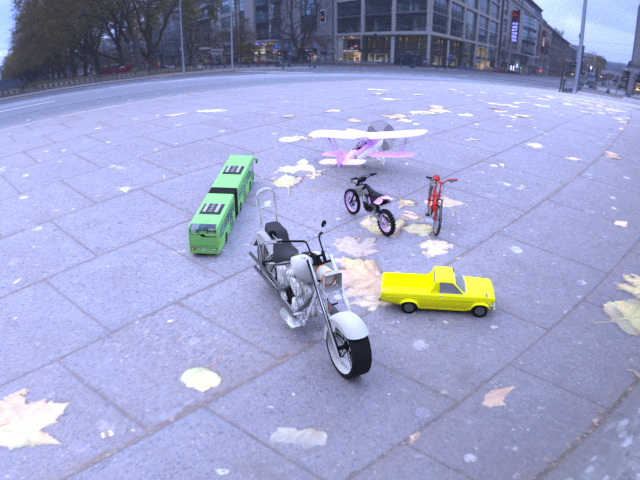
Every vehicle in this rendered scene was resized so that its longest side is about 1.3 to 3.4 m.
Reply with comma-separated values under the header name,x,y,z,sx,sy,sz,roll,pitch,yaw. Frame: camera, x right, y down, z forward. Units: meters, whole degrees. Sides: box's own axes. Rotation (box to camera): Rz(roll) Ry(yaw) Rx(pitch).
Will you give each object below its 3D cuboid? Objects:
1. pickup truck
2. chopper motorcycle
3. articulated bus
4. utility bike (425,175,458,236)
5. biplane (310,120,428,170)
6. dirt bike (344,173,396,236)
name,x,y,z,sx,sy,sz,roll,pitch,yaw
pickup truck,1.632,0.674,9.753,1.603,0.511,0.640,3,27,5
chopper motorcycle,-0.181,0.471,9.074,0.906,1.480,3.040,-12,29,-23
articulated bus,-1.685,-0.721,12.501,0.605,0.561,3.401,2,27,4
utility bike,2.038,-0.716,12.058,0.535,0.946,1.435,0,26,1
biplane,0.805,-1.833,14.265,2.598,0.981,2.120,14,30,26
dirt bike,0.837,-0.663,12.051,0.527,0.857,1.493,-15,30,-28
